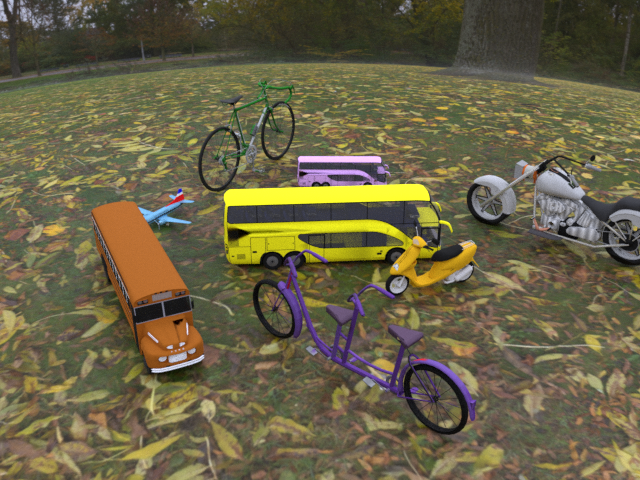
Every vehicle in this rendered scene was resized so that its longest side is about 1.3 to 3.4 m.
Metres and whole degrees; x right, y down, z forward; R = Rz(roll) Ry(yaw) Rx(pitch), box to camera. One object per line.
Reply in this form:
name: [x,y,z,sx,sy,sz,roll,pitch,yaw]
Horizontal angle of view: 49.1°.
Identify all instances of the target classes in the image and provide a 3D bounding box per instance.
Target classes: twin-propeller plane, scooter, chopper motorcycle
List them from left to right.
twin-propeller plane: [-2.572,-0.495,11.401,1.370,0.407,1.095,16,31,27]
scooter: [1.529,0.246,9.404,1.399,0.919,0.662,-10,29,-18]
chopper motorcycle: [3.621,-0.617,10.467,3.040,1.480,0.906,22,34,36]

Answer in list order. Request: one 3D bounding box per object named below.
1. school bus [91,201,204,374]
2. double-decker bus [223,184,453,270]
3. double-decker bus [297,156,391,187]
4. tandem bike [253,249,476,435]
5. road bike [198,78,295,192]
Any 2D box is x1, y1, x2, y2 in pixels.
school bus: [-2.277,0.502,8.989,0.709,0.844,3.322,-12,30,-23]
double-decker bus: [0.238,-0.219,10.161,3.251,1.052,0.756,-2,27,-4]
double-decker bus: [0.426,-1.226,12.675,1.672,0.541,0.389,0,27,0]
tandem bike: [0.322,0.979,7.536,3.192,1.326,0.550,24,36,38]
road bike: [-1.292,-2.007,12.974,0.696,1.656,3.004,15,31,27]
